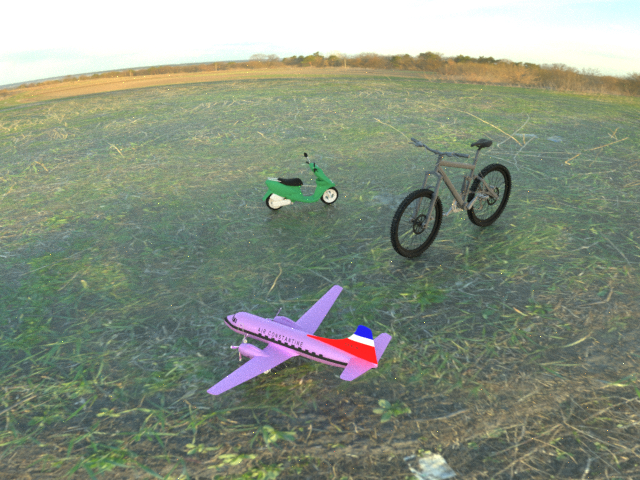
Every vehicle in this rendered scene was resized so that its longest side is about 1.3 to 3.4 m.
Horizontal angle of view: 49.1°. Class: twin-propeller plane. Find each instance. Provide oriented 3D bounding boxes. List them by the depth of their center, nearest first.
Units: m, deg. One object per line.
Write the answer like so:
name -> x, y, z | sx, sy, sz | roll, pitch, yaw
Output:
twin-propeller plane -> -0.277, 1.089, 8.134 | 2.129, 0.792, 2.663 | 15, 29, 28

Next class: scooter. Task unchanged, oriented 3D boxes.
scooter -> -0.337, -1.007, 12.399 | 1.399, 0.919, 0.662 | -7, 26, -15

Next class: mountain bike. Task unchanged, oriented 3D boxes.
mountain bike -> 2.141, -0.769, 11.001 | 2.857, 1.688, 1.114 | -20, 32, -36
